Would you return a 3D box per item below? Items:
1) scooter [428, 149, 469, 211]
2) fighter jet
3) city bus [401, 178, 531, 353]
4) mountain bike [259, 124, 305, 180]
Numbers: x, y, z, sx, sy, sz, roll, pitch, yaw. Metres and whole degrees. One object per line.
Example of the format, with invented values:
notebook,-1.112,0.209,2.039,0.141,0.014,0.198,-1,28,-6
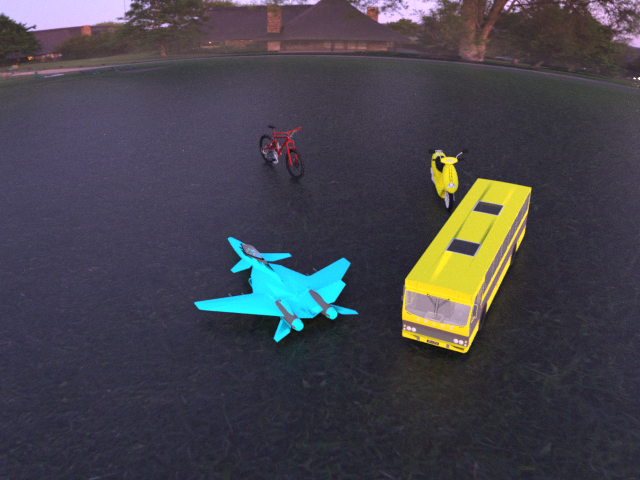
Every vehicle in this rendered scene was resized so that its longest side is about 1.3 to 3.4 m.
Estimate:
scooter,2.088,-1.153,11.742,0.662,0.919,1.399,-1,28,-2
fighter jet,-0.684,0.351,9.323,2.229,0.557,2.640,-16,32,-27
city bus,2.005,0.227,9.198,0.926,0.894,3.255,13,31,23
mountain bike,-0.715,-1.665,12.749,0.573,0.868,1.469,-19,33,-31
